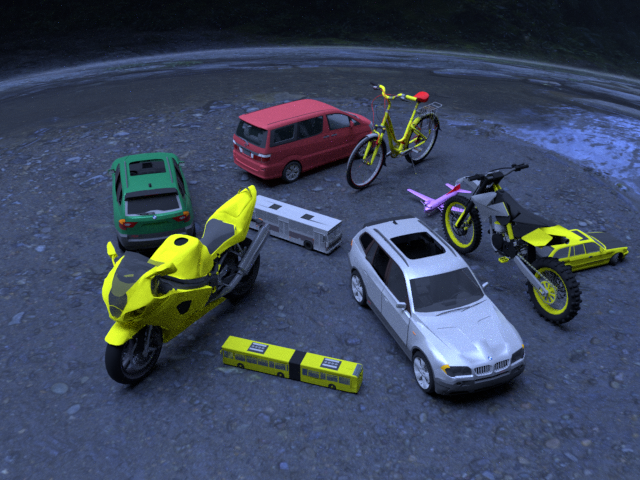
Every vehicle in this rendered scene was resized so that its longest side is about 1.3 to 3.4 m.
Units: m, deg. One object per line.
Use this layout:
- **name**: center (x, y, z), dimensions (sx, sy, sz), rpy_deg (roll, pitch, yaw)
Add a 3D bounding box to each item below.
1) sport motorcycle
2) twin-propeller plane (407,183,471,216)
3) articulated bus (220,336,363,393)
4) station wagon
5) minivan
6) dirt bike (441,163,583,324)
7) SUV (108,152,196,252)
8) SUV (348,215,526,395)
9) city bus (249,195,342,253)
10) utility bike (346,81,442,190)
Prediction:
- **sport motorcycle**: center (-1.650, 0.499, 8.821), dimensions (0.983, 1.596, 2.955), rpy_deg (16, 33, 26)
- **twin-propeller plane**: center (2.141, -0.737, 12.169), dimensions (1.370, 0.407, 1.095), rpy_deg (25, 38, 36)
- **articulated bus**: center (-0.355, 1.486, 8.416), dimensions (1.749, 0.289, 0.311), rpy_deg (10, 31, 16)
- **station wagon**: center (3.903, 0.125, 10.600), dimensions (1.597, 0.473, 0.682), rpy_deg (-10, 31, -17)
- **minivan**: center (-0.220, -2.083, 13.720), dimensions (3.011, 1.197, 1.324), rpy_deg (-22, 37, -34)
- **dirt bike**: center (2.607, -0.109, 9.810), dimensions (1.024, 1.666, 2.903), rpy_deg (-14, 33, -23)
- **SUV**: center (-2.835, -0.868, 11.672), dimensions (1.276, 1.128, 3.058), rpy_deg (-8, 31, -13)
- **SUV**: center (1.383, 0.697, 8.947), dimensions (1.276, 1.128, 3.058), rpy_deg (-11, 32, -18)
- **city bus**: center (-0.453, -0.248, 11.264), dimensions (1.674, 0.460, 0.476), rpy_deg (18, 35, 29)
- **utility bike**: center (1.525, -2.013, 12.954), dimensions (1.039, 1.839, 2.791), rpy_deg (26, 39, 37)
